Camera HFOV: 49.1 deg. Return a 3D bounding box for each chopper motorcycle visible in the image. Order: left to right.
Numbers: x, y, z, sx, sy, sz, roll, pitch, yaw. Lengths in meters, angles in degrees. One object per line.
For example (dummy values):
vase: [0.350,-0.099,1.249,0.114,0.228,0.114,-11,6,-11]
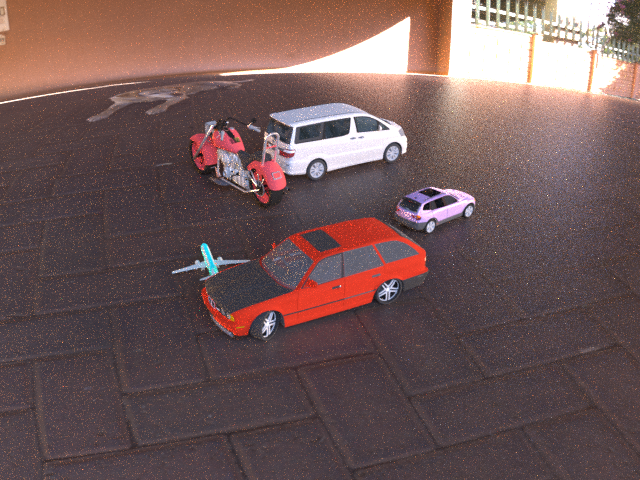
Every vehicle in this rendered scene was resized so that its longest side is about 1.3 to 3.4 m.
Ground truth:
chopper motorcycle: [-1.611,-1.608,12.888,0.906,1.480,3.040,-19,33,-33]

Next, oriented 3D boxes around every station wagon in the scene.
station wagon: [-0.056,0.416,9.523,3.105,0.920,1.327,-14,30,-25]

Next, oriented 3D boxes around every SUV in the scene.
SUV: [1.977,-0.601,11.900,1.572,0.580,0.656,-20,33,-35]

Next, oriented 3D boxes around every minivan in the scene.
minivan: [0.374,-2.113,14.196,3.011,1.197,1.324,-15,31,-28]

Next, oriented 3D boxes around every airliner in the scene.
airliner: [-1.640,0.245,10.402,1.161,0.429,1.307,-8,28,-16]
